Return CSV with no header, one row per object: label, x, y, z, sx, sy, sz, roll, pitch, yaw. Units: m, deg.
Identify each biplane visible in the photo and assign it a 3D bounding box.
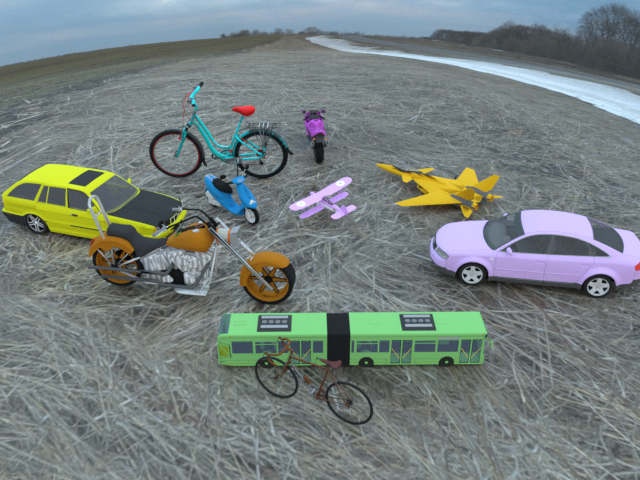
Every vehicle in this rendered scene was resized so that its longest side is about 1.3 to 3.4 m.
biplane,0.121,-0.632,12.296,1.336,0.504,1.090,-21,36,-32

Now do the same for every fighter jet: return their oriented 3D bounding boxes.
fighter jet,2.051,-1.213,13.253,2.640,0.557,2.229,26,39,38

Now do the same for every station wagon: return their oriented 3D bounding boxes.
station wagon,-3.827,-0.639,11.889,3.105,0.920,1.327,9,31,16

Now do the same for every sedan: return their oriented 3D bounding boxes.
sedan,3.260,0.089,10.603,3.137,0.940,1.235,5,30,9

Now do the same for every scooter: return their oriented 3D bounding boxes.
scooter,-1.571,-0.852,12.262,1.399,0.919,0.662,24,38,36

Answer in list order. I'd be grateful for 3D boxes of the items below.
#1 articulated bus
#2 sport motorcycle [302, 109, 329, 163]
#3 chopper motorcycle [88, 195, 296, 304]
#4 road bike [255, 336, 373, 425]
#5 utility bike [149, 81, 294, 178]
articulated bus,0.421,1.264,8.938,3.401,0.561,0.605,0,30,-1
sport motorcycle,-0.083,-2.211,14.726,0.506,0.821,1.520,-4,30,-6
chopper motorcycle,-1.863,0.142,9.969,3.040,1.480,0.906,5,30,8
road bike,-0.095,1.623,8.021,1.545,0.852,0.358,14,33,23
utility bike,-1.907,-1.946,13.244,2.791,1.839,1.039,0,30,1
